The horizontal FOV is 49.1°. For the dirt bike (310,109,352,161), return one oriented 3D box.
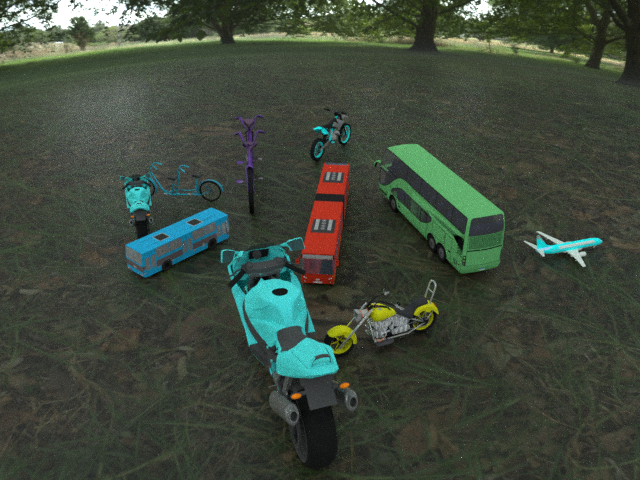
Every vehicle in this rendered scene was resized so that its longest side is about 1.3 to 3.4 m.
[{"bbox_3d":[0.233,-2.200,14.349,0.527,0.857,1.493,18,34,29],"label":"dirt bike"}]

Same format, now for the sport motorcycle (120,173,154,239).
[{"bbox_3d":[-2.935,-0.532,11.391,0.506,0.821,1.520,-8,30,-14],"label":"sport motorcycle"}]

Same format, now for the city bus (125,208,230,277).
[{"bbox_3d":[-2.148,0.037,10.740,0.476,0.460,1.674,23,37,35],"label":"city bus"}]

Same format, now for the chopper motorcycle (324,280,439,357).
[{"bbox_3d":[0.787,0.975,8.744,1.563,0.761,0.466,-12,31,-20],"label":"chopper motorcycle"}]

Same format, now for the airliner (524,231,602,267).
[{"bbox_3d":[3.844,0.020,10.802,1.307,0.429,1.161,-10,31,-17],"label":"airliner"}]

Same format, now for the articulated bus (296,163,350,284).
[{"bbox_3d":[0.132,-0.378,11.380,0.605,0.561,3.401,3,29,5],"label":"articulated bus"}]

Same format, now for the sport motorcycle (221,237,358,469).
[{"bbox_3d":[-0.406,1.093,7.675,0.983,1.596,2.955,-9,30,-16],"label":"sport motorcycle"}]

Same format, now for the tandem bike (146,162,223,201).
[{"bbox_3d":[-2.529,-1.024,12.417,1.642,0.682,0.283,3,29,6],"label":"tandem bike"}]

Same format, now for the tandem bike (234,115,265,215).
[{"bbox_3d":[-1.286,-1.638,12.858,0.550,1.326,3.192,-3,29,-5],"label":"tandem bike"}]

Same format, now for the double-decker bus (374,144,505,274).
[{"bbox_3d":[1.840,-0.628,11.325,0.756,1.052,3.251,-9,30,-16],"label":"double-decker bus"}]
